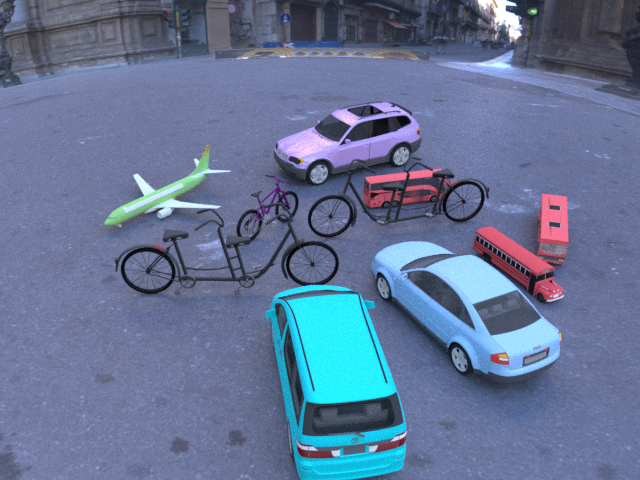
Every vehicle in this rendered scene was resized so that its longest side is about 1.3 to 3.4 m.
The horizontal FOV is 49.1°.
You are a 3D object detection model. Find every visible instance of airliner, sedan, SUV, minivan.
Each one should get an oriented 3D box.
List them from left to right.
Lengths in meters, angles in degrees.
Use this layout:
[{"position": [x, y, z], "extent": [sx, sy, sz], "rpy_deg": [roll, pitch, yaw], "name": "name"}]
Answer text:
[{"position": [-2.807, -0.957, 12.424], "extent": [2.257, 0.835, 2.541], "rpy_deg": [21, 35, 33], "name": "airliner"}, {"position": [0.098, 1.313, 8.002], "extent": [1.324, 1.197, 3.011], "rpy_deg": [-4, 30, -8], "name": "minivan"}, {"position": [0.575, -2.019, 14.021], "extent": [3.058, 1.128, 1.276], "rpy_deg": [-15, 32, -25], "name": "SUV"}, {"position": [1.817, 0.718, 9.328], "extent": [1.235, 0.940, 3.137], "rpy_deg": [-14, 32, -24], "name": "sedan"}]

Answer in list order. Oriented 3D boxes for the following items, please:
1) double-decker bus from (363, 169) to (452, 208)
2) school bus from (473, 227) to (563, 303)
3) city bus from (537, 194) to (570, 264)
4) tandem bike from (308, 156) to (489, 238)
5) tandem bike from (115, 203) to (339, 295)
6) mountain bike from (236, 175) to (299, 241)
[{"position": [1.613, -0.940, 12.696], "extent": [1.672, 0.541, 0.389], "rpy_deg": [-8, 30, -13], "name": "double-decker bus"}, {"position": [2.964, 0.353, 10.496], "extent": [0.365, 0.434, 1.708], "rpy_deg": [-14, 32, -23], "name": "school bus"}, {"position": [3.794, -0.186, 11.432], "extent": [0.476, 0.460, 1.674], "rpy_deg": [8, 30, 14], "name": "city bus"}, {"position": [1.350, -0.757, 11.566], "extent": [3.192, 1.326, 0.550], "rpy_deg": [-7, 30, -12], "name": "tandem bike"}, {"position": [-1.316, 0.159, 9.930], "extent": [3.192, 1.326, 0.550], "rpy_deg": [-2, 29, -3], "name": "tandem bike"}, {"position": [-0.854, -0.536, 11.639], "extent": [0.573, 0.868, 1.469], "rpy_deg": [22, 36, 34], "name": "mountain bike"}]
